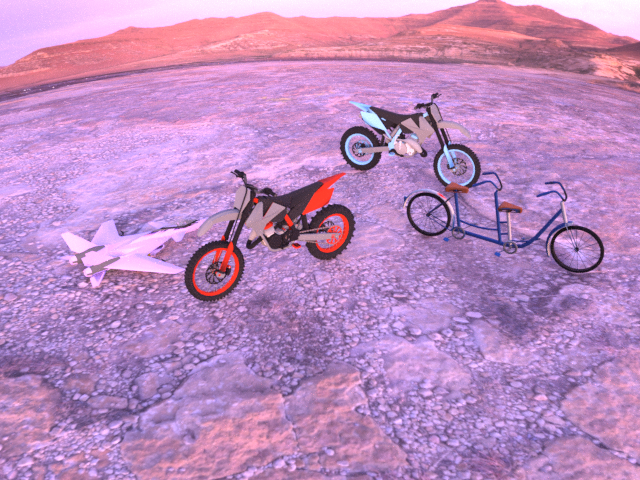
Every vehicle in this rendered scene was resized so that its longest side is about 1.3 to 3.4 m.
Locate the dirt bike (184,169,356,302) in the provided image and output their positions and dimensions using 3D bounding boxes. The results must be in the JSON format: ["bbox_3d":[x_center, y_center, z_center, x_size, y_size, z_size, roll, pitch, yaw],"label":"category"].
[{"bbox_3d":[-0.635,-0.166,9.988,2.903,1.666,1.024,-19,34,-31],"label":"dirt bike"}]

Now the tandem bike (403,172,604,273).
[{"bbox_3d":[2.749,-0.387,10.753,3.192,1.326,0.550,16,32,26],"label":"tandem bike"}]

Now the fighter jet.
[{"bbox_3d":[-2.650,-0.112,11.052,2.640,0.557,2.229,-24,36,-37],"label":"fighter jet"}]

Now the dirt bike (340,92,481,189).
[{"bbox_3d":[1.670,-1.902,13.193,2.903,1.666,1.024,16,32,26],"label":"dirt bike"}]
